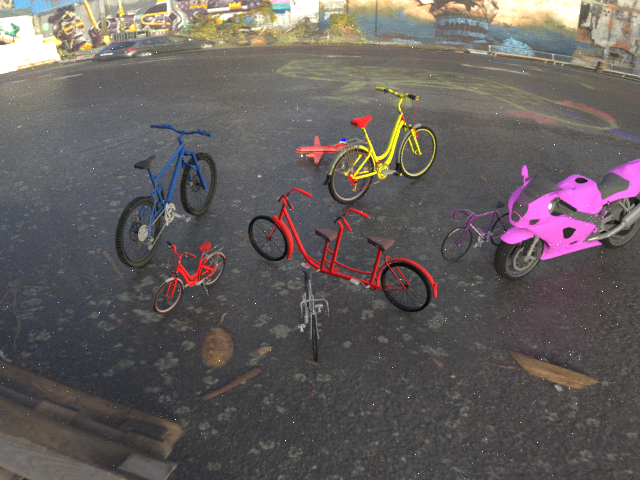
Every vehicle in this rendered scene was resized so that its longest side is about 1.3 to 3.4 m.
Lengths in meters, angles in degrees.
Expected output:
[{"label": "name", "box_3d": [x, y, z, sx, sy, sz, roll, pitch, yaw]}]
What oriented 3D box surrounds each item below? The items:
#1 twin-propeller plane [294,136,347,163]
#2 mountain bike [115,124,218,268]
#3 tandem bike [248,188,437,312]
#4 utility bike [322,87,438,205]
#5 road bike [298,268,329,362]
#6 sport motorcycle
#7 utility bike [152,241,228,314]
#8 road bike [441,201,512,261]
[{"label": "twin-propeller plane", "box_3d": [0.025, -1.875, 14.192, 1.095, 0.407, 1.370, 0, 30, 0]}, {"label": "mountain bike", "box_3d": [-2.381, -0.793, 11.090, 1.114, 1.688, 2.857, 11, 32, 18]}, {"label": "tandem bike", "box_3d": [0.219, 0.089, 9.948, 3.192, 1.326, 0.550, 19, 35, 29]}, {"label": "utility bike", "box_3d": [1.083, -1.753, 12.572, 2.791, 1.839, 1.039, -22, 37, -32]}, {"label": "road bike", "box_3d": [-0.120, 0.876, 9.076, 0.358, 0.852, 1.545, -3, 31, -5]}, {"label": "sport motorcycle", "box_3d": [3.840, -0.368, 10.458, 2.955, 1.596, 0.983, -15, 34, -24]}, {"label": "utility bike", "box_3d": [-1.762, 0.433, 9.738, 0.535, 0.946, 1.435, 21, 36, 31]}, {"label": "road bike", "box_3d": [2.517, -0.162, 10.842, 1.545, 0.852, 0.358, -15, 34, -24]}]
